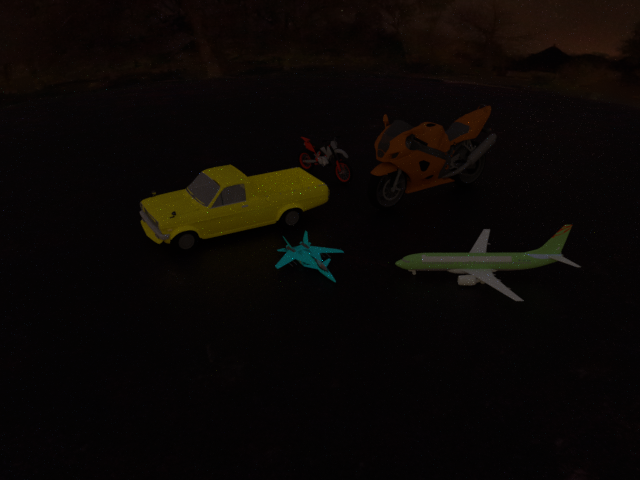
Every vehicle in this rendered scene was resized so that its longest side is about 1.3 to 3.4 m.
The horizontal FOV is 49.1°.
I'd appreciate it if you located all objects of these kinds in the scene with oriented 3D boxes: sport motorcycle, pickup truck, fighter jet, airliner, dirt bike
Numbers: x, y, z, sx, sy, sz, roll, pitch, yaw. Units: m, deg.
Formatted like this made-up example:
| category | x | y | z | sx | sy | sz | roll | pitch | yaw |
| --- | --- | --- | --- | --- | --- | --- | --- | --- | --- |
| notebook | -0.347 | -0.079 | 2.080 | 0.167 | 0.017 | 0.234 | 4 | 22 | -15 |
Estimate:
| category | x | y | z | sx | sy | sz | roll | pitch | yaw |
| --- | --- | --- | --- | --- | --- | --- | --- | --- | --- |
| sport motorcycle | 2.046 | -1.550 | 12.864 | 2.955 | 1.596 | 0.983 | -18 | 31 | -32 |
| pickup truck | -1.418 | -0.691 | 11.772 | 3.117 | 0.993 | 1.244 | -14 | 29 | -26 |
| fighter jet | -0.098 | 0.269 | 10.586 | 1.147 | 0.286 | 1.358 | -13 | 29 | -25 |
| airliner | 2.381 | 0.148 | 10.205 | 2.541 | 0.835 | 2.257 | 1 | 26 | 1 |
| dirt bike | 0.094 | -1.652 | 13.930 | 1.493 | 0.857 | 0.527 | 23 | 34 | 39 |
